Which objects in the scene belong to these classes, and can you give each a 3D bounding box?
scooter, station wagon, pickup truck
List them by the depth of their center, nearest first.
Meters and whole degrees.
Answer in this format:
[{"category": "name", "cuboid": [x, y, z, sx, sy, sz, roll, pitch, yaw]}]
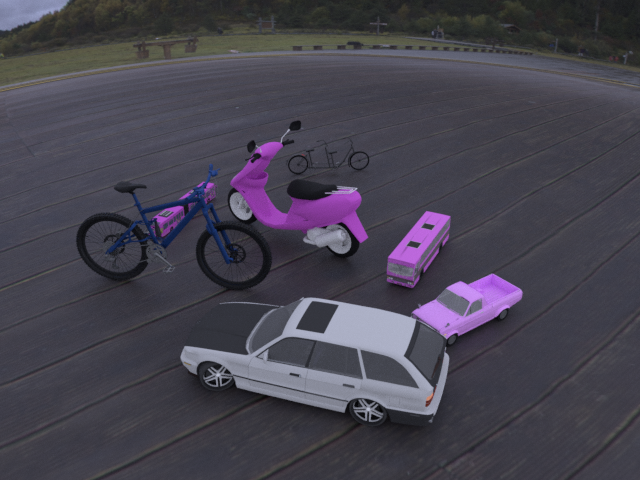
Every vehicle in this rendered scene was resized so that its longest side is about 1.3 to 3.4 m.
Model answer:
[{"category": "station wagon", "cuboid": [-0.090, 1.243, 8.147, 3.105, 0.920, 1.327, 9, 30, 16]}, {"category": "pickup truck", "cuboid": [1.954, 0.852, 9.272, 1.603, 0.511, 0.640, -19, 35, -31]}, {"category": "scooter", "cuboid": [-0.437, -0.791, 10.913, 2.721, 1.786, 1.288, 19, 34, 30]}]

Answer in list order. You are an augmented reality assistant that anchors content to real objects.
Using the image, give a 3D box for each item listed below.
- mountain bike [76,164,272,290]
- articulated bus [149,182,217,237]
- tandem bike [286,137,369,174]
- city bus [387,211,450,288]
[{"category": "mountain bike", "cuboid": [-2.086, -0.096, 9.765, 2.857, 1.688, 1.114, 4, 29, 7]}, {"category": "articulated bus", "cuboid": [-2.335, -0.543, 12.008, 0.311, 0.289, 1.749, 12, 31, 20]}, {"category": "tandem bike", "cuboid": [0.156, -1.624, 13.547, 1.642, 0.682, 0.283, -4, 29, -8]}, {"category": "city bus", "cuboid": [1.515, 0.133, 10.616, 0.476, 0.460, 1.674, 14, 32, 23]}]
